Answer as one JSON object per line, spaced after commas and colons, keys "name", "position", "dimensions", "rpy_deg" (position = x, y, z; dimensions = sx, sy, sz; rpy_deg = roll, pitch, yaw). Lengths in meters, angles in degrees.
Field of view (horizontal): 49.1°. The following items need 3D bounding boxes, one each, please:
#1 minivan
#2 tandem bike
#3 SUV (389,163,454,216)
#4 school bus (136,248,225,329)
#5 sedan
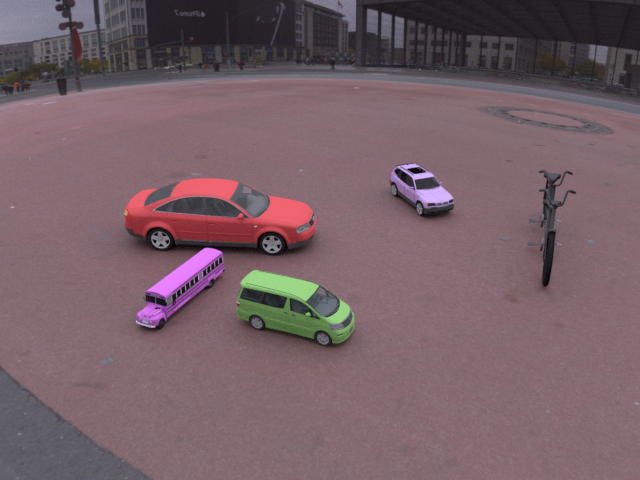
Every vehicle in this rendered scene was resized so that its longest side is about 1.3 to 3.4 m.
{"name": "minivan", "position": [-0.312, 0.863, 9.126], "dimensions": [1.548, 0.616, 0.681], "rpy_deg": [11, 28, 21]}
{"name": "tandem bike", "position": [3.626, -0.462, 11.014], "dimensions": [0.550, 1.326, 3.192], "rpy_deg": [7, 27, 14]}
{"name": "SUV", "position": [1.853, -0.959, 12.867], "dimensions": [0.656, 0.580, 1.572], "rpy_deg": [-10, 28, -20]}
{"name": "school bus", "position": [-1.929, 0.655, 9.753], "dimensions": [0.365, 0.434, 1.708], "rpy_deg": [12, 28, 22]}
{"name": "sedan", "position": [-1.611, -0.457, 11.441], "dimensions": [3.137, 0.940, 1.235], "rpy_deg": [2, 26, 5]}
